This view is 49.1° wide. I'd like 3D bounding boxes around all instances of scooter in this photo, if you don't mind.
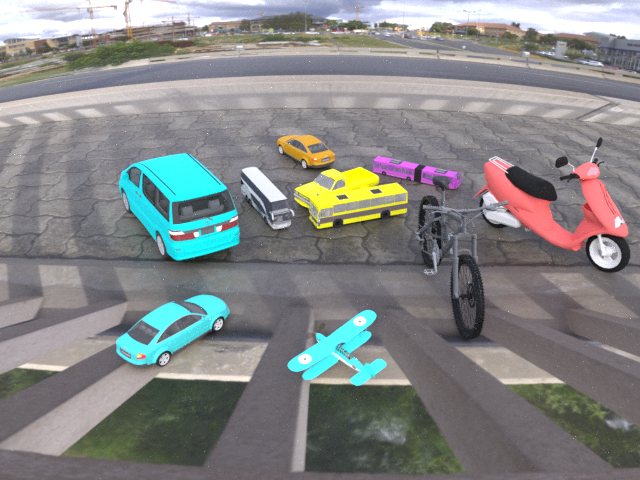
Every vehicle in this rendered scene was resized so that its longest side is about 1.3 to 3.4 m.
[{"bbox_3d":[3.588,-0.682,10.819,1.288,1.786,2.721,-24,37,-37],"label":"scooter"}]

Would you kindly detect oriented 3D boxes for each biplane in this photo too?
[{"bbox_3d":[0.267,1.390,8.414,1.336,0.504,1.090,-22,36,-34],"label":"biplane"}]

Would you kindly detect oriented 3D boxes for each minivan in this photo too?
[{"bbox_3d":[-2.419,-0.747,11.541,1.324,1.197,3.011,-16,33,-26],"label":"minivan"}]

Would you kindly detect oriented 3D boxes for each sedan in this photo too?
[{"bbox_3d":[-0.315,-1.890,14.330,0.635,0.483,1.613,-18,34,-29],"label":"sedan"},{"bbox_3d":[-1.857,1.082,8.989,0.635,0.483,1.613,22,36,33],"label":"sedan"}]

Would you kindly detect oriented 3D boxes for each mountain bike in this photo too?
[{"bbox_3d":[1.771,0.037,9.628,1.114,1.688,2.857,-3,29,-6],"label":"mountain bike"}]

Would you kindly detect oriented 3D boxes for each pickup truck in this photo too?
[{"bbox_3d":[0.310,-0.992,12.688,1.603,0.511,0.640,-20,35,-32],"label":"pickup truck"}]

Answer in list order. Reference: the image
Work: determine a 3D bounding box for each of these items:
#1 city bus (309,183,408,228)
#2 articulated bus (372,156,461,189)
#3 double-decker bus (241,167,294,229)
[{"bbox_3d":[0.660,-0.575,11.991,1.674,0.460,0.476,-11,31,-18],"label":"city bus"},{"bbox_3d":[1.836,-1.300,13.470,1.749,0.289,0.311,15,33,25],"label":"articulated bus"},{"bbox_3d":[-0.954,-0.728,12.183,0.389,0.541,1.672,-13,32,-22],"label":"double-decker bus"}]
